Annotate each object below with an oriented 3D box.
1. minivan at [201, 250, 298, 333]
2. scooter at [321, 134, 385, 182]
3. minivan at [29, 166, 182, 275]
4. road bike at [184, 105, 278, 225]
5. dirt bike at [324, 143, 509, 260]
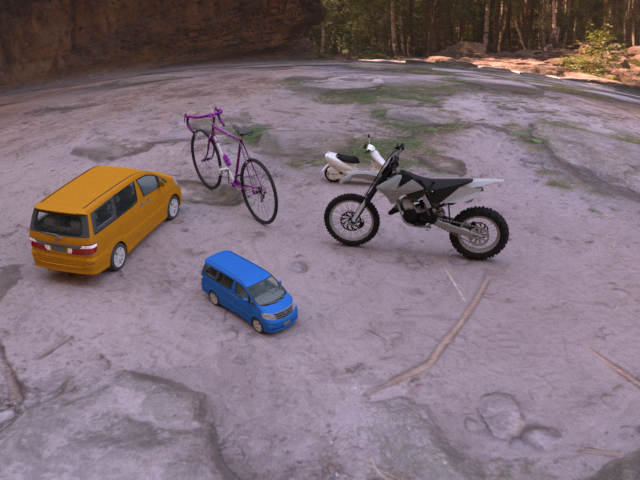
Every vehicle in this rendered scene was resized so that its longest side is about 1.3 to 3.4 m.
[{"bbox_3d":[-0.981,0.693,9.638,1.548,0.616,0.681,25,37,39],"label":"minivan"},{"bbox_3d":[0.725,-1.511,13.448,1.399,0.919,0.662,5,28,9],"label":"scooter"},{"bbox_3d":[-3.352,-0.539,11.330,1.324,1.197,3.011,8,29,14],"label":"minivan"},{"bbox_3d":[-1.597,-1.388,12.436,0.696,1.656,3.004,-19,34,-32],"label":"road bike"},{"bbox_3d":[1.477,-0.534,10.822,2.903,1.666,1.024,6,29,11],"label":"dirt bike"}]
